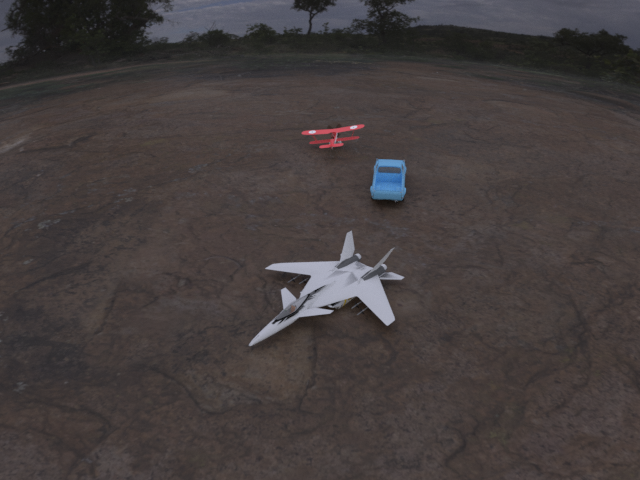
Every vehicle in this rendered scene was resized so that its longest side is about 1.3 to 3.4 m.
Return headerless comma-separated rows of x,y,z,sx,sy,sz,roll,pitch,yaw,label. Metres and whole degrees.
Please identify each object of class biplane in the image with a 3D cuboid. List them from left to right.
0.256,-2.141,14.793,1.336,0.504,1.090,3,29,5,biplane

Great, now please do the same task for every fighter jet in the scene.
-0.043,0.695,9.625,2.229,0.557,2.640,22,36,34,fighter jet

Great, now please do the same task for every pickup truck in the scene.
1.286,-1.163,13.023,0.640,0.511,1.603,3,29,6,pickup truck
